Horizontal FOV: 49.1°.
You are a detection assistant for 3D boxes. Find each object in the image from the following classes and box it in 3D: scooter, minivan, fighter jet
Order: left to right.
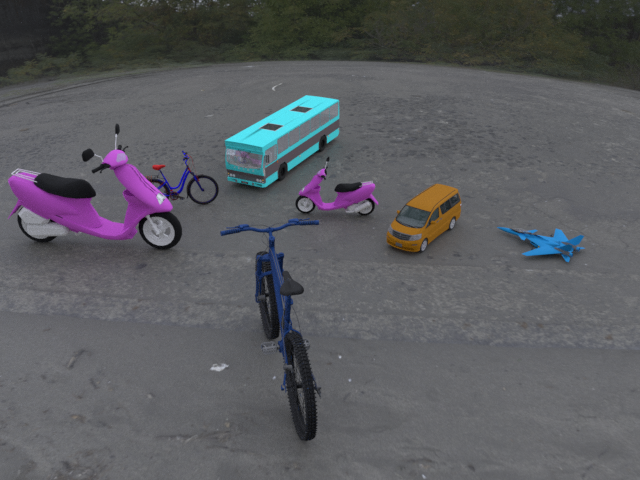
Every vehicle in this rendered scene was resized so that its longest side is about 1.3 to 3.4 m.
[{"bbox_3d":[-3.446,-0.713,10.500,2.721,1.786,1.288,3,28,6],"label":"scooter"},{"bbox_3d":[0.280,-0.847,11.685,1.399,0.919,0.662,2,28,4],"label":"scooter"},{"bbox_3d":[1.659,-0.358,11.082,0.681,0.616,1.548,19,33,32],"label":"minivan"},{"bbox_3d":[3.366,-0.069,10.887,1.358,0.286,1.147,23,35,37],"label":"fighter jet"}]

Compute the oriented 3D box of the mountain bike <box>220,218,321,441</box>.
[{"bbox_3d":[-0.424,0.811,7.714,1.114,1.688,2.857,-7,29,-13],"label":"mountain bike"}]

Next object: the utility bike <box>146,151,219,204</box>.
[{"bbox_3d":[-2.475,-1.026,11.996,1.435,0.946,0.535,-6,28,-11],"label":"utility bike"}]

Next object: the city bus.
[{"bbox_3d":[-0.653,-1.984,13.867,0.926,0.894,3.255,13,30,23],"label":"city bus"}]
